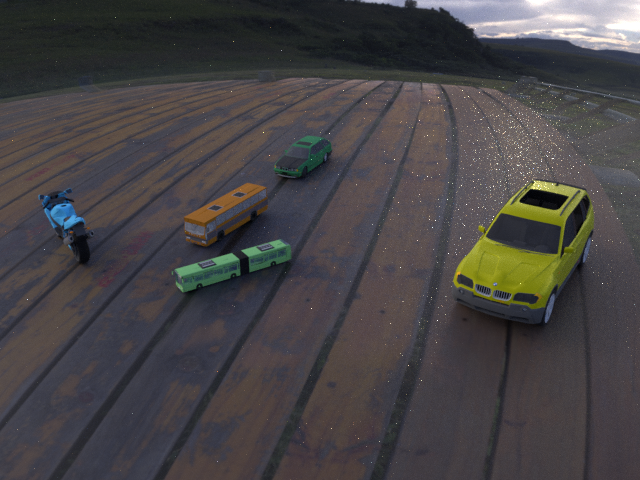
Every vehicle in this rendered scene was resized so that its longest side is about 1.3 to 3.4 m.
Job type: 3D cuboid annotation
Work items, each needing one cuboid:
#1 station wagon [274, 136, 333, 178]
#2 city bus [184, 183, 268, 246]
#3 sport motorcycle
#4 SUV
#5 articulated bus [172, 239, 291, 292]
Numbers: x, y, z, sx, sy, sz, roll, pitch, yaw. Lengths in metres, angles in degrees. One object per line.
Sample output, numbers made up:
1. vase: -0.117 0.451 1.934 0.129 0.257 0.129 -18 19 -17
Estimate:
1. station wagon: -0.327 -1.676 13.831 0.682 0.473 1.597 12 29 23
2. city bus: -1.484 -0.414 11.295 0.476 0.460 1.674 15 30 27
3. sport motorcycle: -3.792 -0.226 10.509 0.506 0.821 1.520 -17 31 -31
4. SUV: 2.886 0.050 9.606 1.276 1.128 3.058 16 30 29
5. articulated bus: -1.217 0.351 9.943 1.749 0.289 0.311 -16 31 -30
